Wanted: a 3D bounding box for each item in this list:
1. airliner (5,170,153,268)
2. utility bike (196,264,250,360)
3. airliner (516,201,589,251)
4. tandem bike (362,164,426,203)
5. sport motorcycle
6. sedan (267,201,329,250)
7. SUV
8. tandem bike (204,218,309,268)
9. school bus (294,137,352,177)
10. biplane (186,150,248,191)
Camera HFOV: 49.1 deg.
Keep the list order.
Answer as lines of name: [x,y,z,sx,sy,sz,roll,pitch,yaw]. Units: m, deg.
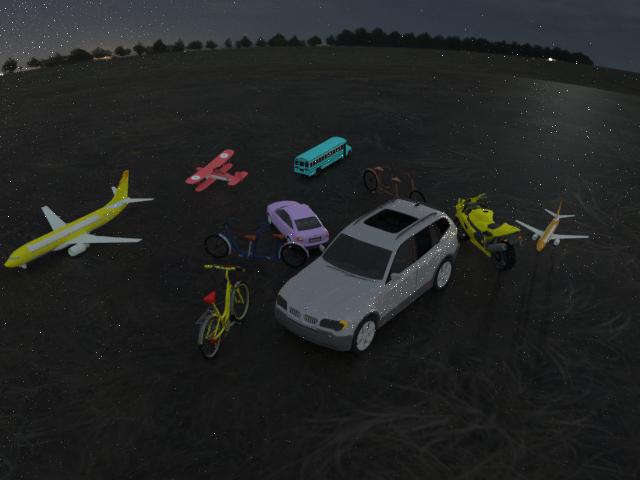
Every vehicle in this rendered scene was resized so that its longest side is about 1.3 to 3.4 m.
airliner: [-3.853,-0.327,10.938,2.257,0.835,2.541,17,32,29]
utility bike: [-1.228,0.808,8.629,0.535,0.946,1.435,9,29,16]
airliner: [3.664,-0.212,11.158,1.161,0.429,1.307,15,31,27]
tandem bike: [1.295,-1.009,12.421,0.283,0.682,1.642,-20,33,-33]
sport motorcycle: [2.492,-0.142,10.597,0.506,0.821,1.520,-11,29,-21]
sedan: [-0.387,-0.324,11.315,0.635,0.483,1.613,-11,29,-21]
SUV: [0.712,0.344,9.325,1.276,1.128,3.058,20,34,34]
tandem bike: [-0.957,0.043,10.391,1.642,0.682,0.283,6,28,12]
school bus: [0.095,-1.688,14.001,0.365,0.434,1.708,16,31,28]
biplane: [-1.891,-1.205,12.993,1.090,0.504,1.336,15,31,26]
